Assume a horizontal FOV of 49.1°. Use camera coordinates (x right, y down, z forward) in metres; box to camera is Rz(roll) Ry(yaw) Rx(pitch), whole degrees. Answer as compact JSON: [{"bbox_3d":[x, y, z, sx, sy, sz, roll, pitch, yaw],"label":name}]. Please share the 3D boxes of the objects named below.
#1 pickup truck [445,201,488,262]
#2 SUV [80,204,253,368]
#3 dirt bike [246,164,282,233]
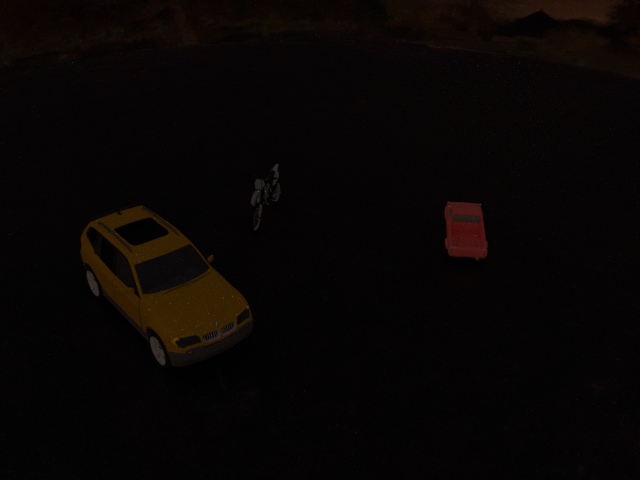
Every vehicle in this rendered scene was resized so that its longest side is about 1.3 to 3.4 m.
[{"bbox_3d":[2.302,-0.206,11.078,0.640,0.511,1.603,4,31,7],"label":"pickup truck"},{"bbox_3d":[-2.133,0.484,9.298,1.276,1.128,3.058,-23,37,-33],"label":"SUV"},{"bbox_3d":[-0.898,-0.753,11.666,0.527,0.857,1.493,8,31,13],"label":"dirt bike"}]
